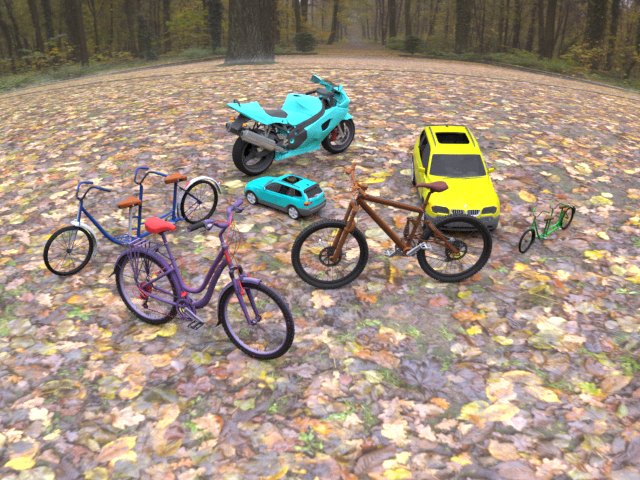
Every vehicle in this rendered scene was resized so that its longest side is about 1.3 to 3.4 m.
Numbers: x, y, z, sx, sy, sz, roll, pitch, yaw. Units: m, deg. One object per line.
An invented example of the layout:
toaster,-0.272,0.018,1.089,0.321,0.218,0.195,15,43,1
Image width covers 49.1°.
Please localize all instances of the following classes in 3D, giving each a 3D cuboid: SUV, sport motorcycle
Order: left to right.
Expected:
SUV,-0.625,-0.850,12.259,1.572,0.580,0.656,20,34,33
sport motorcycle,-0.487,-2.259,13.826,2.955,1.596,0.983,-19,33,-31
SUV,2.315,-1.157,12.253,1.276,1.128,3.058,1,28,1

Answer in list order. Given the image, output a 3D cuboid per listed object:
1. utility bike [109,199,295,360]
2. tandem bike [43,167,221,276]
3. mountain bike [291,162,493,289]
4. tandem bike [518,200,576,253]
utility bike,-1.490,0.383,8.601,2.791,1.839,1.039,14,31,24
tandem bike,-2.791,-0.483,10.776,0.550,1.326,3.192,24,36,38
mountain bike,1.018,-0.105,9.679,2.857,1.688,1.114,-3,28,-5
tandem bike,3.643,-0.300,11.118,1.642,0.682,0.283,-24,36,-37
